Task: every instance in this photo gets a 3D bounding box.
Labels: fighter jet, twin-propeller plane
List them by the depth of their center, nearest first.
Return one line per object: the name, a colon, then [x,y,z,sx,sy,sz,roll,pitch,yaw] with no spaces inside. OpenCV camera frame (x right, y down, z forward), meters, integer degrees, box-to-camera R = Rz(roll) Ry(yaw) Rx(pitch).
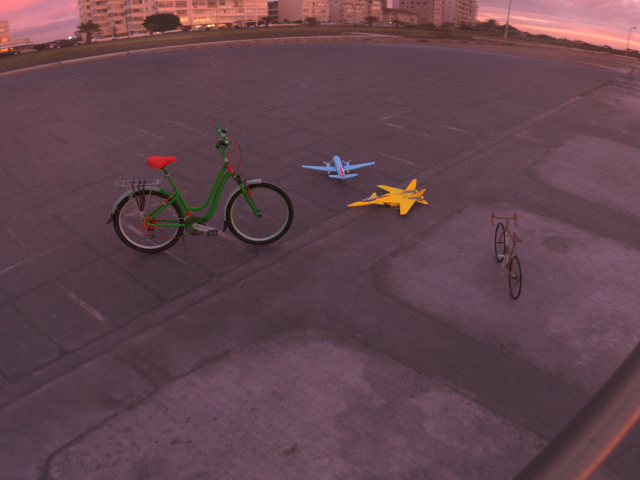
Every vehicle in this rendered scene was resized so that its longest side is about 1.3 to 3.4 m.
fighter jet: [1.115,-0.748,11.980,1.358,0.286,1.147,-8,31,-14]
twin-propeller plane: [0.358,-1.386,12.965,1.370,0.407,1.095,-3,30,-6]

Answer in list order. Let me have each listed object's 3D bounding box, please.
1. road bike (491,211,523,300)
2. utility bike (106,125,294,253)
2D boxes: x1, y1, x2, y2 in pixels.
road bike: [2.648,0.167,9.833,0.358,0.852,1.545,0,30,0]
utility bike: [-1.795,-0.728,10.395,2.791,1.839,1.039,-4,30,-7]
